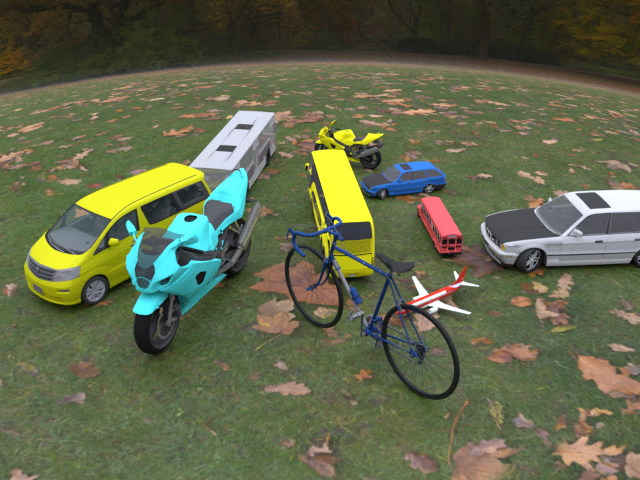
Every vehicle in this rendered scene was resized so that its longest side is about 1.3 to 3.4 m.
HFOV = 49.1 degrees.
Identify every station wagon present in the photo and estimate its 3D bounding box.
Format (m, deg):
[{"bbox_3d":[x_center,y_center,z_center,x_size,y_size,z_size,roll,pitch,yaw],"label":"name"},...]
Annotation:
[{"bbox_3d":[1.564,-1.162,13.197,1.597,0.473,0.682,-8,29,-15],"label":"station wagon"},{"bbox_3d":[4.111,-0.213,10.935,3.105,0.920,1.327,-2,28,-4],"label":"station wagon"}]

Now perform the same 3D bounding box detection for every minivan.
[{"bbox_3d":[-2.957,-0.156,10.533,1.324,1.197,3.011,20,34,33],"label":"minivan"}]

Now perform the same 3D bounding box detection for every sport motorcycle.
[{"bbox_3d":[0.573,-1.925,14.263,1.520,0.821,0.506,13,31,23],"label":"sport motorcycle"},{"bbox_3d":[-1.657,0.210,9.419,0.983,1.596,2.955,10,30,18],"label":"sport motorcycle"}]

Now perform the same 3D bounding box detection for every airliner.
[{"bbox_3d":[1.569,0.717,9.709,1.307,0.429,1.161,-18,33,-30],"label":"airliner"}]

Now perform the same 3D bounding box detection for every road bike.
[{"bbox_3d":[0.511,0.718,8.400,0.697,1.656,3.004,-22,35,-35],"label":"road bike"}]

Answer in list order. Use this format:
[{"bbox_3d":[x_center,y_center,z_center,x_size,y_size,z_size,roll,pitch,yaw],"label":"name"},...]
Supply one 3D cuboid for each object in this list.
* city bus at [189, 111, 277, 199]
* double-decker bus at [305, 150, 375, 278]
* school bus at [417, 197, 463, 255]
[{"bbox_3d":[-1.598,-1.563,13.504,0.926,0.894,3.255,5,28,9],"label":"city bus"},{"bbox_3d":[0.283,-0.550,11.430,0.756,1.052,3.251,-3,28,-6],"label":"double-decker bus"},{"bbox_3d":[1.952,-0.284,11.587,0.365,0.434,1.708,-3,28,-5],"label":"school bus"}]
